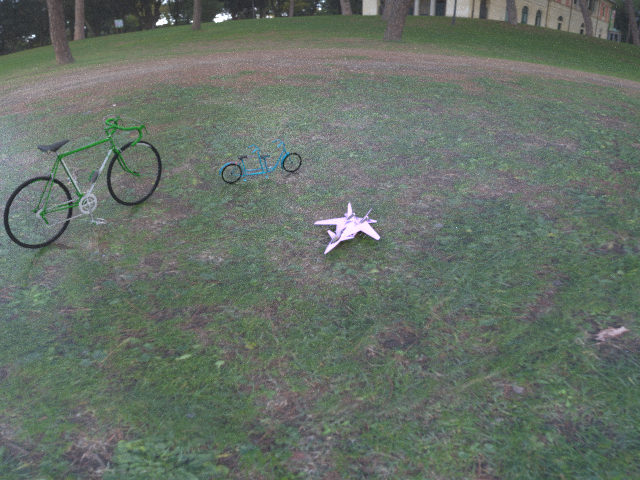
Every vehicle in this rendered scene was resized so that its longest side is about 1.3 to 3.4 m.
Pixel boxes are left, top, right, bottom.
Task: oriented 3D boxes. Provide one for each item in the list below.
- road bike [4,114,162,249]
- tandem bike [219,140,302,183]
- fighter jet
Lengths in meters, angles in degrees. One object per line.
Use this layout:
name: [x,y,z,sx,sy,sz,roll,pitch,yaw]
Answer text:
road bike: [-3.746,-0.995,11.281,0.697,1.656,3.004,21,36,32]
tandem bike: [-1.100,-1.470,13.083,1.642,0.682,0.283,-13,32,-21]
fighter jet: [0.380,-0.167,11.215,1.147,0.286,1.358,14,33,23]
